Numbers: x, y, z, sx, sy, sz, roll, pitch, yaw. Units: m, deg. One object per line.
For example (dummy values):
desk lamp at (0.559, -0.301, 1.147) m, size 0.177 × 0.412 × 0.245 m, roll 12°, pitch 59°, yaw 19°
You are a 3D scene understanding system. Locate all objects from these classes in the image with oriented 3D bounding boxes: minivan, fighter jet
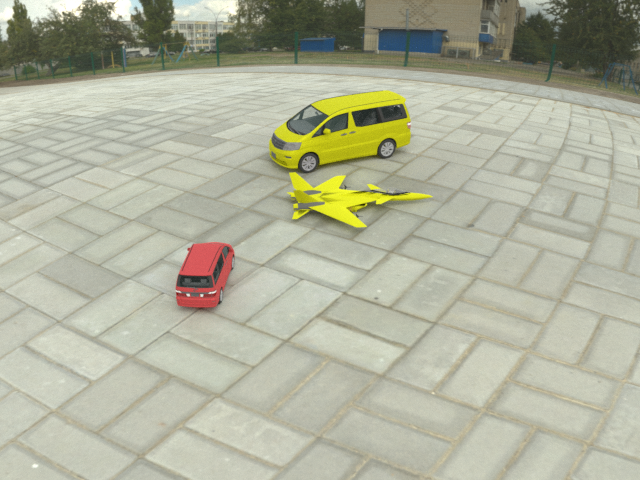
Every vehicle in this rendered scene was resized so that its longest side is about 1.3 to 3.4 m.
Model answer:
minivan at (-1.644, 0.392, 10.150) m, size 0.681 × 0.616 × 1.548 m, roll 2°, pitch 28°, yaw 3°
fighter jet at (0.757, -0.864, 12.576) m, size 2.640 × 0.557 × 2.229 m, roll -3°, pitch 28°, yaw -6°
minivan at (0.409, -2.308, 14.610) m, size 3.011 × 1.197 × 1.324 m, roll -13°, pitch 31°, yaw -23°
